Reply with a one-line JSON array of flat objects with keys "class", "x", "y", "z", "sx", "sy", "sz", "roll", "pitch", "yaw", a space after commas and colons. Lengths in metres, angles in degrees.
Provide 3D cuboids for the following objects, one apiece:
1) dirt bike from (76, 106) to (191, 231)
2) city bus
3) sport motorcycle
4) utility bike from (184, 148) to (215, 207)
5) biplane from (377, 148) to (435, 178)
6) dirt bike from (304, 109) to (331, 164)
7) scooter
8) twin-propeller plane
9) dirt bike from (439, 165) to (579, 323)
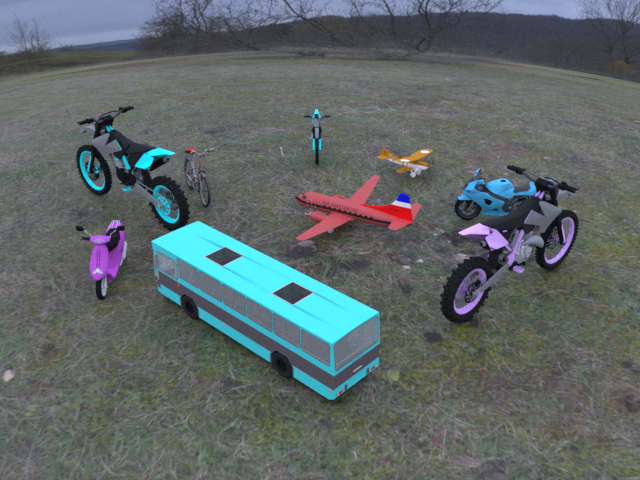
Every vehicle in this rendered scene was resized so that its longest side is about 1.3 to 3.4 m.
[{"class": "dirt bike", "x": -3.187, "y": -1.219, "z": 11.469, "sx": 2.903, "sy": 1.666, "sz": 1.024, "roll": 22, "pitch": 36, "yaw": 34}, {"class": "city bus", "x": -0.772, "y": 0.792, "z": 8.675, "sx": 3.255, "sy": 0.894, "sz": 0.926, "roll": 24, "pitch": 37, "yaw": 36}, {"class": "sport motorcycle", "x": 2.973, "y": -0.681, "z": 11.375, "sx": 1.520, "sy": 0.821, "sz": 0.506, "roll": 2, "pitch": 29, "yaw": 4}, {"class": "utility bike", "x": -2.115, "y": -1.213, "z": 12.195, "sx": 0.535, "sy": 0.946, "sz": 1.435, "roll": -14, "pitch": 32, "yaw": -23}, {"class": "biplane", "x": 1.619, "y": -1.481, "z": 13.124, "sx": 1.090, "sy": 0.504, "sz": 1.336, "roll": 17, "pitch": 34, "yaw": 28}, {"class": "dirt bike", "x": -0.056, "y": -2.118, "z": 13.898, "sx": 0.527, "sy": 0.857, "sz": 1.493, "roll": 0, "pitch": 29, "yaw": -1}, {"class": "scooter", "x": -2.981, "y": 0.130, "z": 9.830, "sx": 0.662, "sy": 0.919, "sz": 1.399, "roll": 0, "pitch": 29, "yaw": -1}, {"class": "twin-propeller plane", "x": 0.509, "y": -0.571, "z": 11.208, "sx": 2.129, "sy": 0.792, "sz": 2.663, "roll": 16, "pitch": 33, "yaw": 26}, {"class": "dirt bike", "x": 2.635, "y": -0.013, "z": 9.321, "sx": 2.903, "sy": 1.666, "sz": 1.024, "roll": -22, "pitch": 36, "yaw": -34}]
